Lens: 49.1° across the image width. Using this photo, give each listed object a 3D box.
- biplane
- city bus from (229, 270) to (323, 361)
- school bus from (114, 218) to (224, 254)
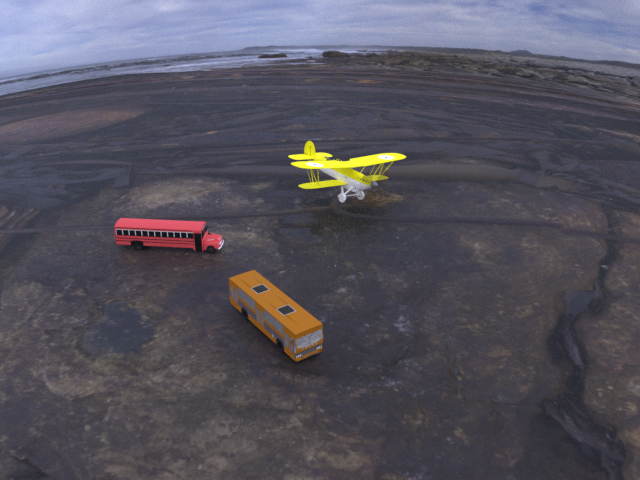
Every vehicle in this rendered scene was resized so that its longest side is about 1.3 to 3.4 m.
[{"bbox_3d":[0.375,-1.313,13.036,2.598,0.981,2.120,-20,33,-34],"label":"biplane"},{"bbox_3d":[-0.606,0.974,9.168,0.476,0.460,1.674,-18,32,-31],"label":"city bus"},{"bbox_3d":[-2.413,-0.079,11.239,1.708,0.434,0.365,3,27,5],"label":"school bus"}]
